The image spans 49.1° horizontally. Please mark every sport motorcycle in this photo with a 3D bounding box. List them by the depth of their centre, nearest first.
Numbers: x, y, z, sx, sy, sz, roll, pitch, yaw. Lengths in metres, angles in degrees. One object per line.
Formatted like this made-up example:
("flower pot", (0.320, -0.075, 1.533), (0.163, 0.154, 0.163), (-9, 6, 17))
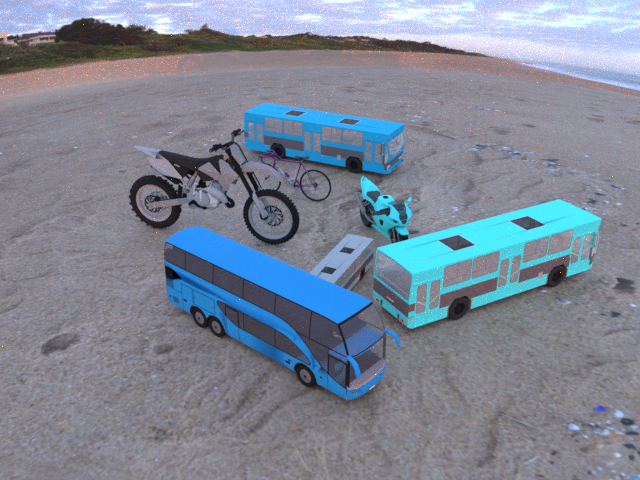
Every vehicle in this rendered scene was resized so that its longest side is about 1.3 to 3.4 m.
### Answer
("sport motorcycle", (0.995, -0.402, 10.938), (0.506, 0.821, 1.520), (-11, 29, -20))

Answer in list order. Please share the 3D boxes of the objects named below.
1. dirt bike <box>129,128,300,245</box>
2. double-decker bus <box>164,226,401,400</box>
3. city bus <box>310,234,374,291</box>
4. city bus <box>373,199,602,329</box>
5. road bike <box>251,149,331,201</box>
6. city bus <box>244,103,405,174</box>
("dirt bike", (-1.692, -0.819, 10.826), (2.903, 1.666, 1.024), (8, 28, 16))
("double-decker bus", (-0.593, 0.802, 8.281), (3.251, 1.052, 0.756), (21, 34, 36))
("city bus", (0.242, 0.481, 9.581), (0.476, 0.460, 1.674), (12, 29, 22))
("city bus", (2.301, 0.297, 9.462), (3.255, 0.894, 0.926), (-14, 30, -26))
("road bike", (-0.527, -1.142, 12.380), (1.545, 0.852, 0.358), (9, 28, 18))
("city bus", (0.046, -2.038, 14.118), (3.255, 0.894, 0.926), (13, 30, 25))
